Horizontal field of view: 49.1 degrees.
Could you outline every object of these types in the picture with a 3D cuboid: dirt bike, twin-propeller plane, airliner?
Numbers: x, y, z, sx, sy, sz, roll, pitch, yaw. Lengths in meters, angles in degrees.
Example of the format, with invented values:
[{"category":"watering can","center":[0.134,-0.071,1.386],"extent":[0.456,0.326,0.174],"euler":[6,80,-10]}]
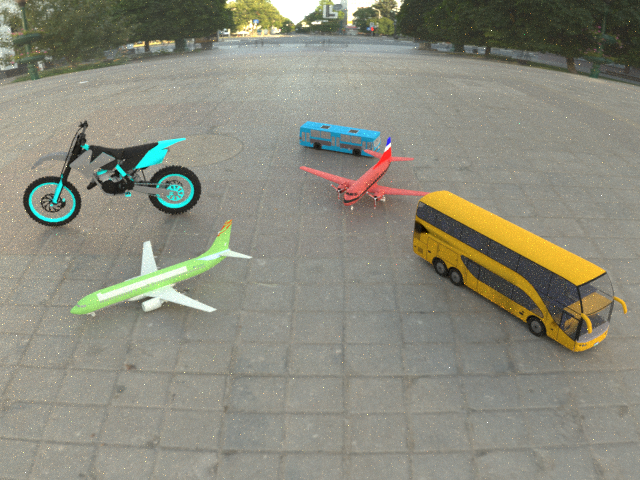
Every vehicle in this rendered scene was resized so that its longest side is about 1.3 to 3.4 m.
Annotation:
[{"category":"dirt bike","center":[-3.460,-1.062,11.611],"extent":[2.903,1.666,1.024],"euler":[-7,30,-12]},{"category":"twin-propeller plane","center":[0.906,-1.206,12.752],"extent":[2.663,0.792,2.129],"euler":[14,32,23]},{"category":"airliner","center":[-2.294,0.404,9.870],"extent":[2.541,0.835,2.257],"euler":[-19,35,-30]}]

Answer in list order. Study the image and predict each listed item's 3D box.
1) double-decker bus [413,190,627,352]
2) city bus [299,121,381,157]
[{"category":"double-decker bus","center":[2.596,0.366,9.717],"extent":[0.756,1.052,3.251],"euler":[-19,35,-30]},{"category":"city bus","center":[0.411,-2.102,14.668],"extent":[1.674,0.460,0.476],"euler":[12,32,20]}]
